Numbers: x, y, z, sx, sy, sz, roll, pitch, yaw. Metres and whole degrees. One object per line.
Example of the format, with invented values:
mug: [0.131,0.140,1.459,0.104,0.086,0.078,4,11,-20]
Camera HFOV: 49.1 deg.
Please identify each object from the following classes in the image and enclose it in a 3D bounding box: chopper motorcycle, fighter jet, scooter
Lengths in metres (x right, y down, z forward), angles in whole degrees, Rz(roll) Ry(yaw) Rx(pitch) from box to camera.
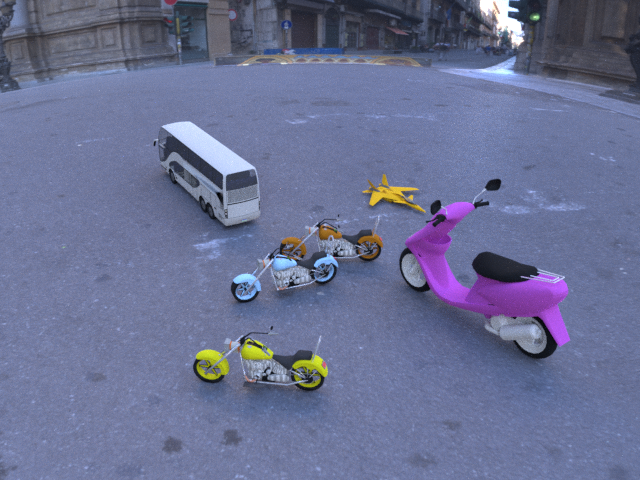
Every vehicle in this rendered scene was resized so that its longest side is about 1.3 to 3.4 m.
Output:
chopper motorcycle: [-0.687,1.345,7.949,1.563,0.761,0.466,4,28,8]
chopper motorcycle: [-0.481,0.398,9.739,1.563,0.761,0.466,-11,30,-19]
fighter jet: [1.414,-0.804,12.516,1.147,0.286,1.358,-20,34,-33]
chopper motorcycle: [0.169,-0.011,10.510,1.563,0.761,0.466,0,28,0]
scooter: [2.009,0.286,8.855,1.288,1.786,2.721,-20,34,-33]

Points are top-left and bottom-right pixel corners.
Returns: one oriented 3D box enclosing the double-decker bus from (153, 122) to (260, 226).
double-decker bus: [-2.088,-1.283,12.604,0.756,1.052,3.251,-16,32,-27]
